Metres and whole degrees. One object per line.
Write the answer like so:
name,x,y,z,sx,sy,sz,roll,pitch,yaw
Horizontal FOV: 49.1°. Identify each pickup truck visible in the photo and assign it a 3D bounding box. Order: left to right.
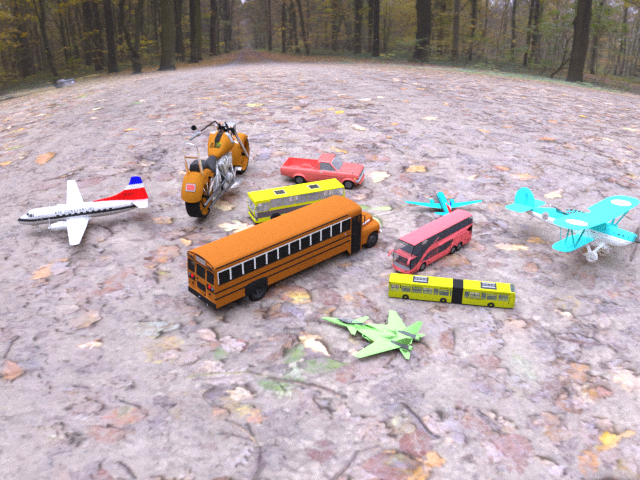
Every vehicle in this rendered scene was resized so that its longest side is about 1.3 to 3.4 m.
pickup truck,0.053,-1.373,13.497,1.603,0.511,0.640,7,28,12

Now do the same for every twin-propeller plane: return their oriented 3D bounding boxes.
twin-propeller plane,-3.948,-0.590,11.695,2.129,0.792,2.663,-9,29,-16
twin-propeller plane,2.186,-0.666,12.257,1.370,0.407,1.095,-1,28,-2

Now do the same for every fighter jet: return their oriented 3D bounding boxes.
fighter jet,0.621,1.104,8.997,1.358,0.286,1.147,14,31,24

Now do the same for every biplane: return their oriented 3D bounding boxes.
biplane,3.997,-0.290,10.916,2.120,0.981,2.598,23,35,37

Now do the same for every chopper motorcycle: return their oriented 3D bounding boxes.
chopper motorcycle,-1.831,-1.509,12.712,0.906,1.480,3.040,5,28,10

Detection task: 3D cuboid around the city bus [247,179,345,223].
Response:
city bus,-0.407,-0.672,12.210,1.674,0.460,0.476,-11,29,-20

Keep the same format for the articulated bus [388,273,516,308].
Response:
articulated bus,1.814,0.703,9.763,1.749,0.289,0.311,5,28,9

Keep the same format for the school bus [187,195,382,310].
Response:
school bus,-0.389,0.070,10.374,3.322,0.844,0.709,-23,35,-37

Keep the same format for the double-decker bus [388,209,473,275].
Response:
double-decker bus,1.739,0.032,10.774,1.672,0.541,0.389,-24,36,-38
